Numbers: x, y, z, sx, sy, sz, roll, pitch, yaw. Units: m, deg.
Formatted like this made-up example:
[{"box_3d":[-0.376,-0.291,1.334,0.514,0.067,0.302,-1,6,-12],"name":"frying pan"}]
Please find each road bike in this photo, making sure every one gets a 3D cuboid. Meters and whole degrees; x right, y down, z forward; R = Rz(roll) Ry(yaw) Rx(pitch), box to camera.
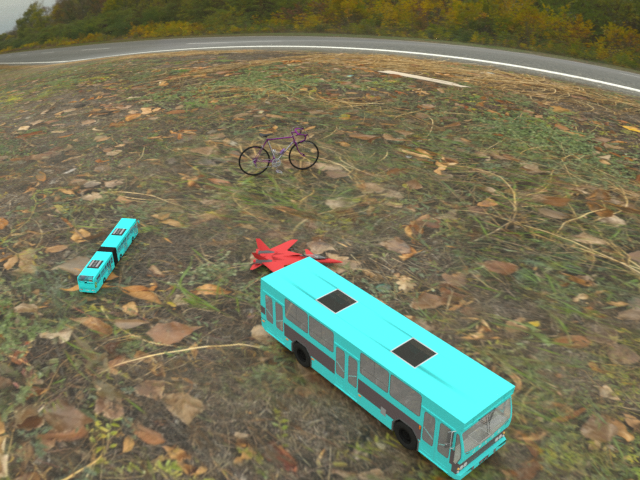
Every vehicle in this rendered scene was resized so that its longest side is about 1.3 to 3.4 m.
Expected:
[{"box_3d":[-0.761,-1.645,13.044,1.545,0.852,0.358,-8,32,-14],"name":"road bike"}]

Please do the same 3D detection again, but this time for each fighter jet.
[{"box_3d":[-0.333,0.230,10.448,1.358,0.286,1.147,2,31,4],"name":"fighter jet"}]

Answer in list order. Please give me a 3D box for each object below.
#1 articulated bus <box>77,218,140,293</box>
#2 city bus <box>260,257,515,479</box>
[{"box_3d":[-3.146,0.199,10.497,0.311,0.289,1.749,4,31,6],"name":"articulated bus"},{"box_3d":[0.601,1.337,7.995,0.926,0.894,3.255,-24,38,-34],"name":"city bus"}]
